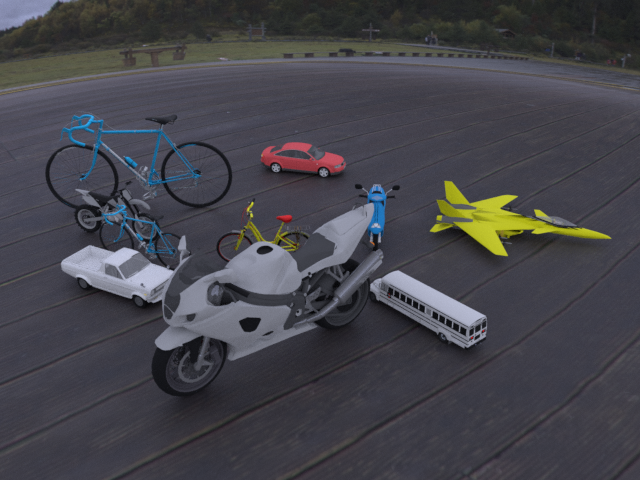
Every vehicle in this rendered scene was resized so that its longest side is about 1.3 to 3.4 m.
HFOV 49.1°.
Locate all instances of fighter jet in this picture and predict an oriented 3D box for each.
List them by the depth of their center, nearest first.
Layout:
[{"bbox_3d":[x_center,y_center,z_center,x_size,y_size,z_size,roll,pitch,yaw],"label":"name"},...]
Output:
[{"bbox_3d":[3.111,-0.362,10.775,2.640,0.557,2.229,8,28,16],"label":"fighter jet"}]

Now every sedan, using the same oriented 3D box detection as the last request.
[{"bbox_3d":[-0.313,-1.545,13.161,1.613,0.483,0.635,7,28,13],"label":"sedan"}]

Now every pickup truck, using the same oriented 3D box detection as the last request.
[{"bbox_3d":[-2.680,0.406,9.330,1.603,0.511,0.640,14,30,25],"label":"pickup truck"}]

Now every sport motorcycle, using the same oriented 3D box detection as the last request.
[{"bbox_3d":[-0.536,0.611,7.741,2.955,1.596,0.983,-20,33,-34],"label":"sport motorcycle"}]

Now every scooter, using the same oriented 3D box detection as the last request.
[{"bbox_3d":[0.854,-0.475,10.600,0.662,0.919,1.399,2,27,4],"label":"scooter"}]

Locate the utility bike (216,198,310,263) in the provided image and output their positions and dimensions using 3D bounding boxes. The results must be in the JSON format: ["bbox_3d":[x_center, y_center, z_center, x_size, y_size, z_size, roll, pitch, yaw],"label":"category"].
[{"bbox_3d":[-0.743,-0.049,9.740,1.435,0.946,0.535,-1,27,-1],"label":"utility bike"}]

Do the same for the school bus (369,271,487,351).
[{"bbox_3d":[1.266,0.807,8.633,0.365,0.434,1.708,-21,34,-35],"label":"school bus"}]

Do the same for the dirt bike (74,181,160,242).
[{"bbox_3d":[-3.096,-0.434,10.587,1.493,0.857,0.527,9,28,17],"label":"dirt bike"}]

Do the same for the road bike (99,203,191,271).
[{"bbox_3d":[-2.476,-0.028,9.803,1.545,0.852,0.358,11,29,20],"label":"road bike"}]

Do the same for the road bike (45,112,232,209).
[{"bbox_3d":[-2.943,-1.257,11.316,3.004,1.656,0.697,-2,27,-3],"label":"road bike"}]
